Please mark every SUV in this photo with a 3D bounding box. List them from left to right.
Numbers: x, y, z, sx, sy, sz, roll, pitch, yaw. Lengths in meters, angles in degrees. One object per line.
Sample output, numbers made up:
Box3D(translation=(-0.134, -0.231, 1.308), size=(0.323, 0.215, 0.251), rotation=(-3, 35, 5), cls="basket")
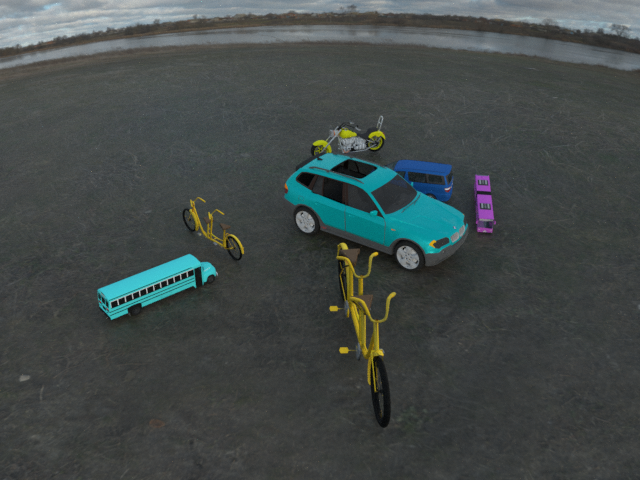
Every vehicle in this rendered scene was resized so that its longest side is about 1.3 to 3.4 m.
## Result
Box3D(translation=(0.831, -0.553, 11.069), size=(3.058, 1.128, 1.276), rotation=(20, 36, 30), cls="SUV")

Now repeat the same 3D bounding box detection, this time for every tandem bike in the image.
Box3D(translation=(-1.703, -0.212, 10.929), size=(0.283, 0.682, 1.642), rotation=(-25, 38, -36), cls="tandem bike")
Box3D(translation=(0.497, 0.815, 8.529), size=(0.550, 1.326, 3.192), rotation=(-4, 30, -7), cls="tandem bike")

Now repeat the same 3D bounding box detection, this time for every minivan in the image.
Box3D(translation=(1.584, -1.077, 12.477), size=(1.548, 0.616, 0.681), rotation=(9, 31, 15), cls="minivan")

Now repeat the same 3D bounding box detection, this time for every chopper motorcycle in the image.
Box3D(translation=(0.572, -2.034, 13.973), size=(1.563, 0.761, 0.466), rotation=(-10, 32, -16), cls="chopper motorcycle")

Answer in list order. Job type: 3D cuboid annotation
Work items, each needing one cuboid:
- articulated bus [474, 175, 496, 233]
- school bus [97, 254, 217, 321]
Box3D(translation=(2.815, -0.651, 12.072), size=(0.311, 0.289, 1.749), rotation=(5, 31, 8), cls="articulated bus")
Box3D(translation=(-2.223, 0.610, 9.766), size=(1.708, 0.434, 0.365), rotation=(-23, 37, -34), cls="school bus")
